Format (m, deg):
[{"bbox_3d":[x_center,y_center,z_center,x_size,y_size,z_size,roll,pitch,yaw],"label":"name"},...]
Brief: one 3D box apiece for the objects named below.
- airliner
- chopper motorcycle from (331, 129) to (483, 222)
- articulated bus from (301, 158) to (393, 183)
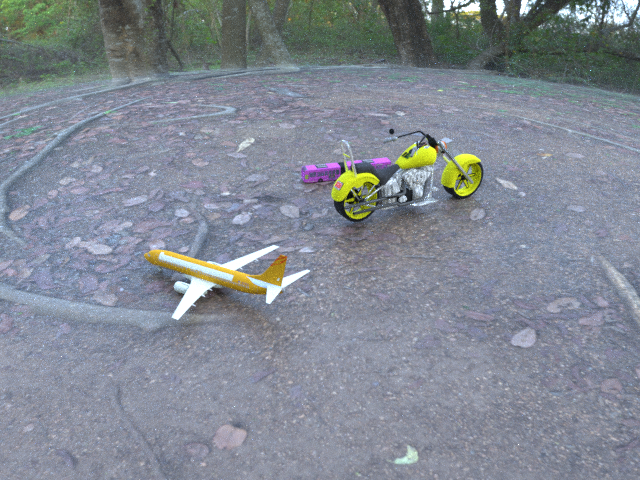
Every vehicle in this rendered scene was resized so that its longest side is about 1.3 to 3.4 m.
[{"bbox_3d":[-1.466,0.299,9.526,2.541,0.835,2.257,15,30,27],"label":"airliner"},{"bbox_3d":[1.549,-1.185,11.745,3.040,1.480,0.906,-15,30,-26],"label":"chopper motorcycle"},{"bbox_3d":[0.520,-1.330,13.350,1.749,0.289,0.311,-7,28,-14],"label":"articulated bus"}]
